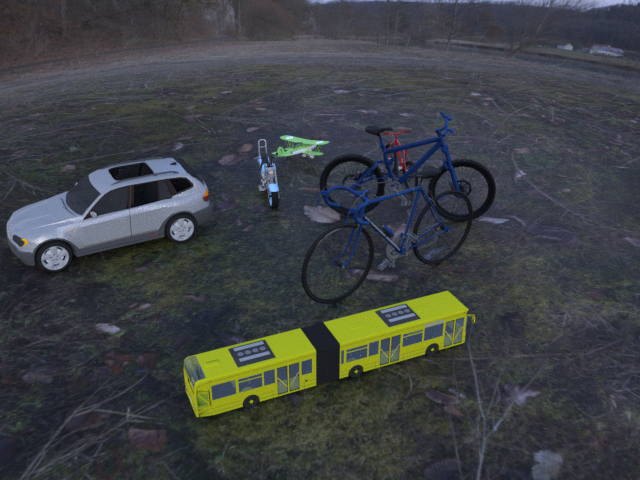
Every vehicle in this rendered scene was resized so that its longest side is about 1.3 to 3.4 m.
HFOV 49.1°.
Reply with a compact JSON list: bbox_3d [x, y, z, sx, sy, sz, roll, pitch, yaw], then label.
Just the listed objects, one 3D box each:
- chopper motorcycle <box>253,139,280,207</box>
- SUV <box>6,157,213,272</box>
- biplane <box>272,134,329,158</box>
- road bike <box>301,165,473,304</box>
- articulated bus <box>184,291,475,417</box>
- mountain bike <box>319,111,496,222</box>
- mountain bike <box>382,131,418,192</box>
[{"bbox_3d":[-0.919,-1.192,12.403,0.466,0.761,1.563,-6,29,-11],"label":"chopper motorcycle"},{"bbox_3d":[-3.184,-0.492,10.703,3.058,1.128,1.276,-14,31,-25],"label":"SUV"},{"bbox_3d":[-0.435,-1.802,13.818,1.090,0.504,1.336,-24,36,-38],"label":"biplane"},{"bbox_3d":[1.008,-0.149,9.502,3.004,1.656,0.697,-18,33,-30],"label":"road bike"},{"bbox_3d":[0.172,1.259,8.026,3.401,0.561,0.605,-12,30,-21],"label":"articulated bus"},{"bbox_3d":[1.408,-1.107,11.260,2.857,1.688,1.114,3,28,6],"label":"mountain bike"},{"bbox_3d":[1.476,-1.475,12.819,0.573,0.868,1.469,-9,29,-16],"label":"mountain bike"}]
